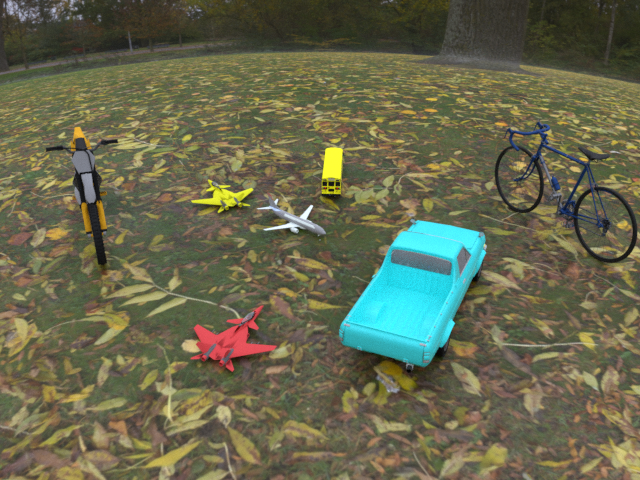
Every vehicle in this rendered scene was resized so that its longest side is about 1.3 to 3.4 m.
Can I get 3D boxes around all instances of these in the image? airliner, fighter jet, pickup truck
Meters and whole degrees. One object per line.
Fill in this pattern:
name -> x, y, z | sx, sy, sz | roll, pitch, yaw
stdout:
airliner -> -0.402, -0.412, 11.454 | 1.307, 0.429, 1.161 | 23, 36, 35
fighter jet -> -1.037, 1.114, 8.875 | 1.147, 0.286, 1.358 | 12, 31, 20
pickup truck -> 1.330, 0.524, 9.205 | 1.244, 0.993, 3.117 | 12, 31, 21
fighter jet -> -1.775, -0.903, 12.478 | 1.147, 0.286, 1.358 | -14, 32, -24

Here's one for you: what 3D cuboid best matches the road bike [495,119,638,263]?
road bike -> 3.774, -0.838, 10.960 | 0.696, 1.656, 3.004 | -15, 32, -24

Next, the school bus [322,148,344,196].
school bus -> 0.241, -1.309, 13.052 | 0.365, 0.434, 1.708 | 1, 29, 3

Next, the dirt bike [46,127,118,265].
dirt bike -> -3.621, -0.855, 10.980 | 1.024, 1.666, 2.903 | -10, 31, -18
